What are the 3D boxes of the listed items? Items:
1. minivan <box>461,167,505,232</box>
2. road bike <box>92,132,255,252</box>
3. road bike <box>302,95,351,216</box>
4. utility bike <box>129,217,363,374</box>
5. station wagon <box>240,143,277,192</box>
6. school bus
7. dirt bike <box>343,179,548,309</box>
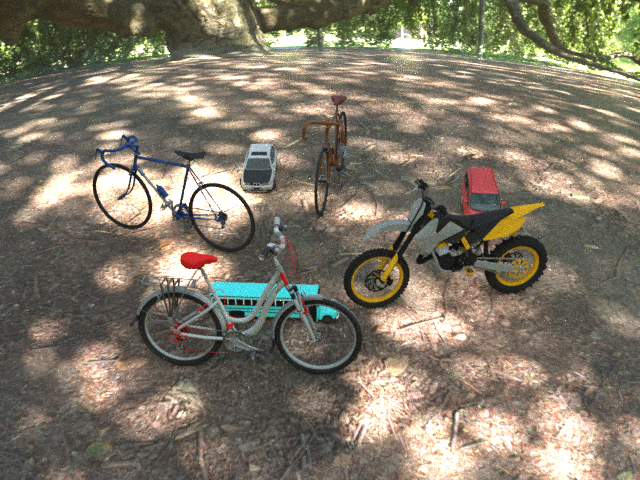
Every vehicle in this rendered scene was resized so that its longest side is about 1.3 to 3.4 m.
[{"bbox_3d":[2.727,-0.664,11.791,0.681,0.616,1.548,3,30,6],"label":"minivan"},{"bbox_3d":[-2.348,-0.732,10.854,3.004,1.656,0.697,12,32,20],"label":"road bike"},{"bbox_3d":[0.220,-1.646,12.470,0.696,1.656,3.004,6,30,10],"label":"road bike"},{"bbox_3d":[-0.881,0.688,8.158,2.791,1.839,1.039,3,30,5],"label":"utility bike"},{"bbox_3d":[-1.144,-1.407,13.247,0.682,0.473,1.597,0,29,0],"label":"station wagon"},{"bbox_3d":[-0.597,0.826,9.340,1.708,0.434,0.365,2,30,3],"label":"school bus"},{"bbox_3d":[1.740,0.114,9.348,2.903,1.666,1.024,-6,30,-10],"label":"dirt bike"}]
